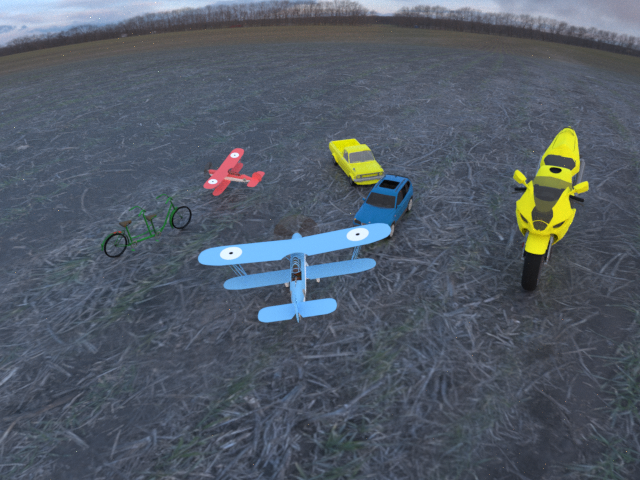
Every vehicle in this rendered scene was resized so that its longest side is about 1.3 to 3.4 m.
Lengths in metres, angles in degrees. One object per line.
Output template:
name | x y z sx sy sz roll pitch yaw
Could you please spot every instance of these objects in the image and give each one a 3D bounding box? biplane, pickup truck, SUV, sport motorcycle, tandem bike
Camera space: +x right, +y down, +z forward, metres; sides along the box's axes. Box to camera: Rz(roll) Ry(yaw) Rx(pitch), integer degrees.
biplane | -1.546 -1.129 12.463 1.090 0.504 1.336 10 32 17
biplane | -0.343 0.452 9.292 2.598 0.981 2.120 -1 30 -1
pickup truck | 0.671 -1.529 13.140 0.640 0.511 1.603 -9 32 -15
SUV | 1.060 -0.589 11.466 0.656 0.580 1.572 12 33 20
sport motorcycle | 3.388 -0.520 10.342 0.983 1.596 2.955 12 33 20
tandem bike | -2.658 -0.254 10.792 0.283 0.682 1.642 26 39 37
